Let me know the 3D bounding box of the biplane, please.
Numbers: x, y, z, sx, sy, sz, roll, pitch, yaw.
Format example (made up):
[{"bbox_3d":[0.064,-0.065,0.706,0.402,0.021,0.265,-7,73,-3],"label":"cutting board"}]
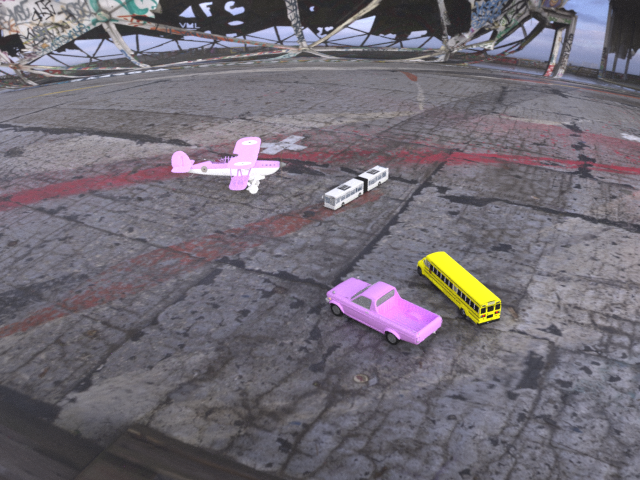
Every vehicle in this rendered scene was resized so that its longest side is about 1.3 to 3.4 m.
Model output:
[{"bbox_3d":[-1.696,-1.382,13.091,2.120,0.981,2.598,-1,29,-1],"label":"biplane"}]

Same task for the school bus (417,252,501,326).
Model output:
[{"bbox_3d":[1.935,0.624,10.005,0.365,0.434,1.708,-12,31,-20],"label":"school bus"}]

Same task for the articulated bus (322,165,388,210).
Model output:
[{"bbox_3d":[0.697,-0.998,13.111,0.311,0.289,1.749,21,35,33],"label":"articulated bus"}]

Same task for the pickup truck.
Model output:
[{"bbox_3d":[0.835,0.904,9.415,1.603,0.511,0.640,23,36,36],"label":"pickup truck"}]
